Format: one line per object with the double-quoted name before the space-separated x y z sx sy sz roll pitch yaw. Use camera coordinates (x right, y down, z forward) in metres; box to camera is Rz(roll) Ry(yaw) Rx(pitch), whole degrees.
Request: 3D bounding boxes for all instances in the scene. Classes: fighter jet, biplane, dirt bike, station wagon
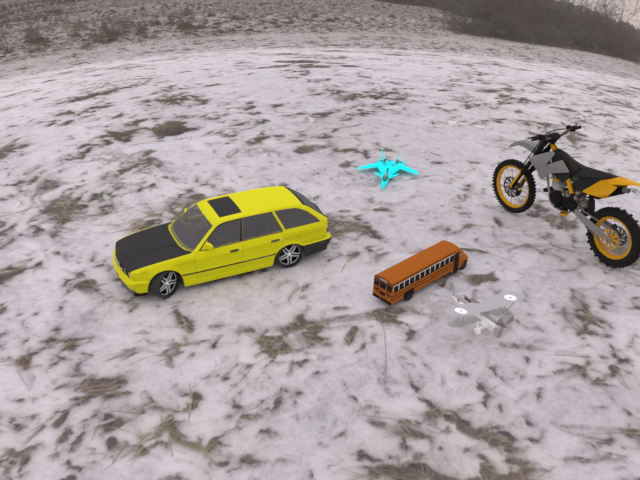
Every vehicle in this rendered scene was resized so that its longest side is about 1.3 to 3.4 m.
"fighter jet" 1.249 -1.301 12.953 1.147 0.286 1.358 6 30 11
"biplane" 1.979 0.849 8.916 1.336 0.504 1.090 -18 34 -29
"dirt bike" 3.703 -0.783 10.629 1.024 1.666 2.903 -17 33 -27
"station wagon" -1.425 -0.075 10.132 3.105 0.920 1.327 -13 32 -22

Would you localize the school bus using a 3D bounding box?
"school bus" 1.452 0.410 9.765 1.708 0.434 0.365 -24 37 -36
